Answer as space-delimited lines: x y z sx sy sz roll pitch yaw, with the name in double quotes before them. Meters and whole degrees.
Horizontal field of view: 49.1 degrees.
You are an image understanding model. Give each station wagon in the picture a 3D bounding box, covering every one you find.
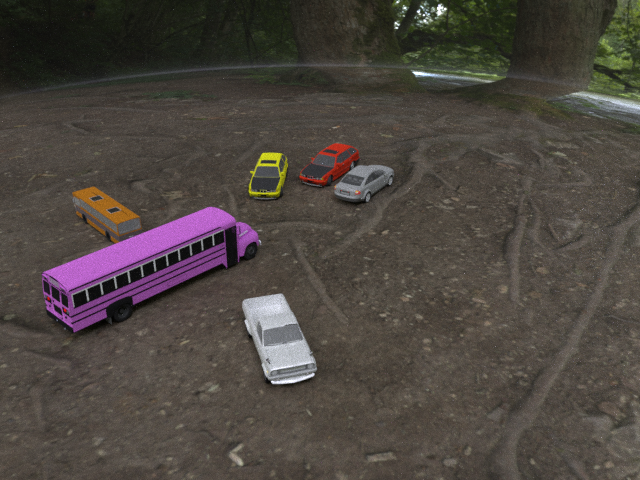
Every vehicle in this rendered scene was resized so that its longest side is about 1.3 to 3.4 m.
"station wagon" -0.979 -1.263 13.374 0.682 0.473 1.597 2 27 3
"station wagon" 0.195 -1.524 13.880 0.682 0.473 1.597 14 31 26

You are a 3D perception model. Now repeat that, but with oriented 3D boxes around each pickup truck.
"pickup truck" -0.532 1.146 8.657 0.640 0.511 1.603 -8 28 -15

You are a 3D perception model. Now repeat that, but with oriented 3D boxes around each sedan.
"sedan" 0.857 -1.142 13.127 0.635 0.483 1.613 16 31 28

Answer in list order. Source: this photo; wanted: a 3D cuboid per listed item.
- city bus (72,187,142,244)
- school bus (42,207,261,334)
"city bus" -3.564 -0.393 11.699 0.476 0.460 1.674 -22 34 -36
"school bus" -2.223 0.292 9.950 0.709 0.844 3.322 23 35 37
